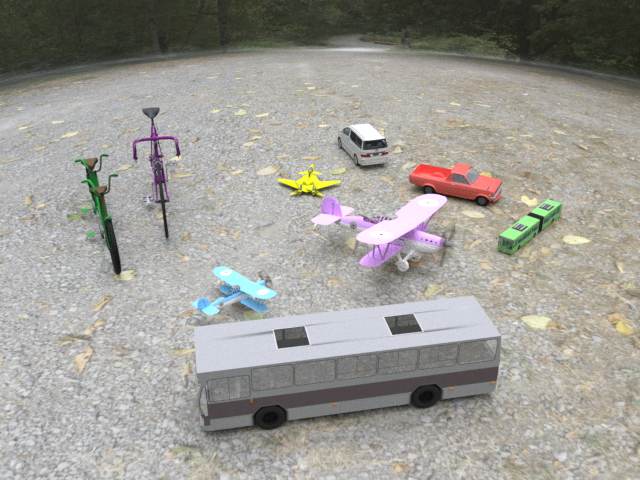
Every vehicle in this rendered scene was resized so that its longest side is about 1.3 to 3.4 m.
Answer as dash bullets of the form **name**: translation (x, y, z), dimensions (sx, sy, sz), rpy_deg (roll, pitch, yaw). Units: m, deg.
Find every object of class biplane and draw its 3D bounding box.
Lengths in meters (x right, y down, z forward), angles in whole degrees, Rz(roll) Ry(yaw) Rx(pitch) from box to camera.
- **biplane**: translation (-1.139, 0.728, 9.210), dimensions (1.090, 0.504, 1.336), rpy_deg (-22, 36, -34)
- **biplane**: translation (0.955, -0.167, 10.314), dimensions (2.120, 0.981, 2.598), rpy_deg (16, 33, 26)

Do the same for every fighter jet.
- **fighter jet**: translation (-0.192, -1.199, 12.855), dimensions (1.147, 0.286, 1.358), rpy_deg (2, 29, 3)

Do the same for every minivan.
- **minivan**: translation (0.829, -1.970, 13.888), dimensions (0.681, 0.616, 1.548), rpy_deg (-9, 31, -15)

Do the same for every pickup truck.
- **pickup truck**: translation (2.398, -1.058, 12.375), dimensions (1.603, 0.511, 0.640), rpy_deg (14, 32, 23)

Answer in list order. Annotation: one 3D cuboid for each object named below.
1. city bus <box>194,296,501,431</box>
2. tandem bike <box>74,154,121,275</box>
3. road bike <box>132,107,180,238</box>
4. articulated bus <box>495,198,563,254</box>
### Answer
- **city bus**: translation (0.284, 1.357, 7.696), dimensions (3.255, 0.894, 0.926), rpy_deg (-5, 30, -9)
- **tandem bike**: translation (-3.421, -0.663, 10.844), dimensions (0.550, 1.326, 3.192), rpy_deg (-12, 31, -20)
- **road bike**: translation (-2.680, -1.259, 11.566), dimensions (0.696, 1.656, 3.004), rpy_deg (-7, 30, -12)
- **articulated bus**: translation (3.356, -0.235, 11.140), dimensions (0.311, 0.289, 1.749), rpy_deg (23, 37, 35)
